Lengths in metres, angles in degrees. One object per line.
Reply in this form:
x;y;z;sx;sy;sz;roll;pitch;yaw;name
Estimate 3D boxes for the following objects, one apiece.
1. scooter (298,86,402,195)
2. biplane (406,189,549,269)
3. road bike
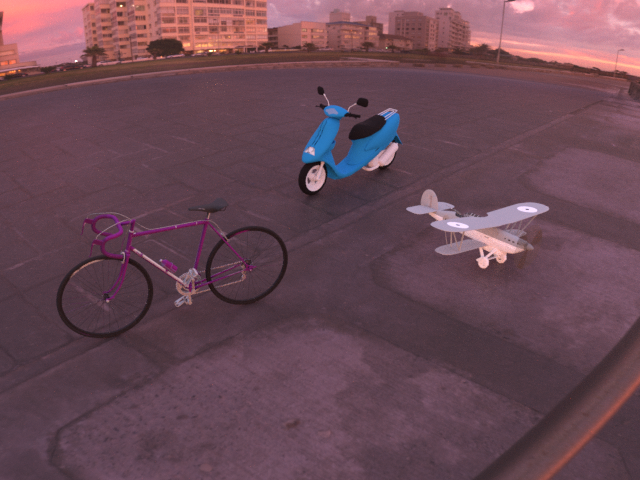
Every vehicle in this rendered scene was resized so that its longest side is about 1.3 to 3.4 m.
0.617;-1.965;13.214;2.721;1.786;1.288;-23;35;-38;scooter
2.349;-0.214;10.636;2.598;0.981;2.120;-21;34;-36;biplane
-1.798;0.304;8.859;3.004;1.656;0.697;-12;29;-22;road bike
